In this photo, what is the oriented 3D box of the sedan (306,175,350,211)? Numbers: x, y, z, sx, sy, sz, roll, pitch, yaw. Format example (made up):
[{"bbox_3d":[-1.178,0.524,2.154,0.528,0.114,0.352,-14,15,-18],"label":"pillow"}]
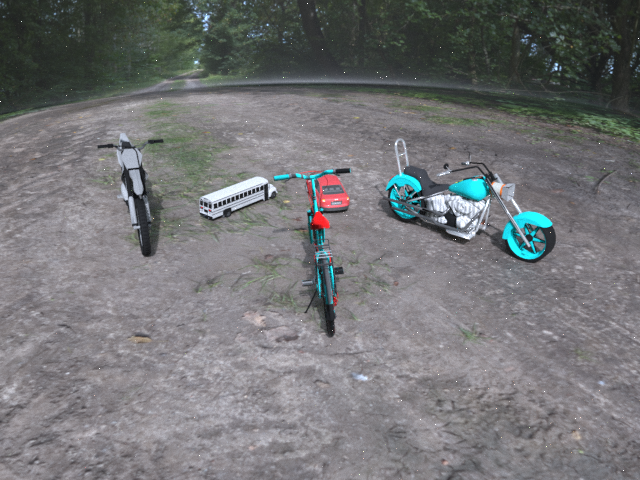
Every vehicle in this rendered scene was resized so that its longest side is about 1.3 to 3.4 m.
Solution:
[{"bbox_3d":[0.129,-0.977,13.216,0.635,0.483,1.613,-5,25,-11],"label":"sedan"}]

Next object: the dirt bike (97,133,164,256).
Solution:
[{"bbox_3d":[-3.113,-0.937,11.726,1.024,1.666,2.903,-8,26,-18],"label":"dirt bike"}]

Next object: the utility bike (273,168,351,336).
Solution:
[{"bbox_3d":[-0.078,0.026,9.448,1.039,1.839,2.791,-2,25,-4],"label":"utility bike"}]

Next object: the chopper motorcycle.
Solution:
[{"bbox_3d":[2.379,-0.678,11.391,3.040,1.480,0.906,19,31,36],"label":"chopper motorcycle"}]

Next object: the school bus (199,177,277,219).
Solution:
[{"bbox_3d":[-1.465,-0.804,12.903,0.365,0.434,1.708,19,31,36],"label":"school bus"}]
